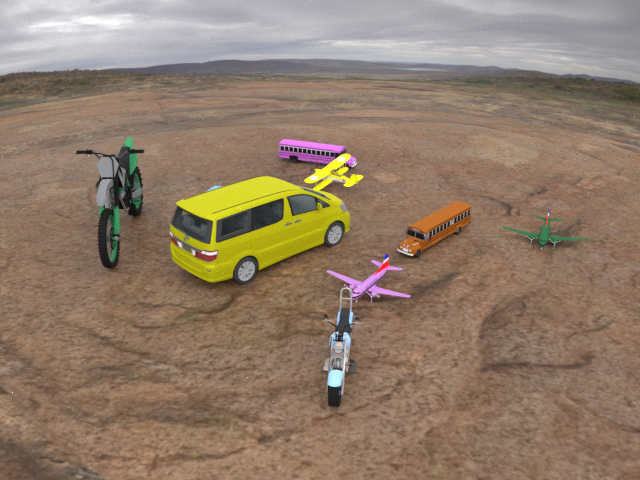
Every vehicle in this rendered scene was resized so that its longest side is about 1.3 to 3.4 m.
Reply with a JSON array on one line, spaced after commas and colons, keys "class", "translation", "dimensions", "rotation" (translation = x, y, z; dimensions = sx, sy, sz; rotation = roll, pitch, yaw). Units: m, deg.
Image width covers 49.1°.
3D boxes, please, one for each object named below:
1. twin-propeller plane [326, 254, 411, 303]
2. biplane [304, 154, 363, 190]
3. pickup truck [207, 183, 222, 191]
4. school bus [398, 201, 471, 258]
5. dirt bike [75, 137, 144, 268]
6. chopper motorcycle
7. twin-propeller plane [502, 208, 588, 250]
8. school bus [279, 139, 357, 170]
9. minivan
[{"class": "twin-propeller plane", "translation": [0.730, 0.558, 10.071], "dimensions": [1.370, 0.407, 1.095], "rotation": [16, 30, 30]}, {"class": "biplane", "translation": [0.288, -1.233, 13.672], "dimensions": [1.090, 0.504, 1.336], "rotation": [19, 31, 34]}, {"class": "pickup truck", "translation": [-1.367, -0.753, 12.669], "dimensions": [1.603, 0.511, 0.640], "rotation": [9, 27, 18]}, {"class": "school bus", "translation": [1.905, -0.185, 11.580], "dimensions": [0.365, 0.434, 1.708], "rotation": [22, 33, 37]}, {"class": "dirt bike", "translation": [-3.247, -0.783, 11.401], "dimensions": [1.024, 1.666, 2.903], "rotation": [-1, 26, -3]}, {"class": "chopper motorcycle", "translation": [0.241, 1.236, 8.256], "dimensions": [0.466, 0.761, 1.563], "rotation": [3, 26, 6]}, {"class": "twin-propeller plane", "translation": [3.733, -0.179, 11.599], "dimensions": [1.370, 0.407, 1.095], "rotation": [10, 27, 19]}, {"class": "school bus", "translation": [-0.045, -1.844, 15.021], "dimensions": [1.708, 0.434, 0.365], "rotation": [10, 27, 19]}, {"class": "minivan", "translation": [-0.847, -0.322, 10.985], "dimensions": [3.011, 1.197, 1.324], "rotation": [-22, 34, -38]}]
